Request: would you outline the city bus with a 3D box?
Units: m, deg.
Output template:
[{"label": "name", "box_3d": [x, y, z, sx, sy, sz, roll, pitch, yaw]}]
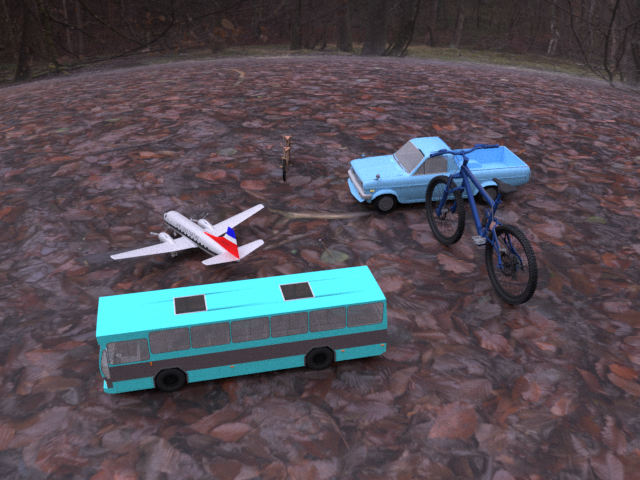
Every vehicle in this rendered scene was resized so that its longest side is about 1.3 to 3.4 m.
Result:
[{"label": "city bus", "box_3d": [-0.882, 1.051, 8.210, 3.255, 0.894, 0.926, -6, 29, -11]}]

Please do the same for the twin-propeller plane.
[{"label": "twin-propeller plane", "box_3d": [-1.822, -0.141, 10.533, 2.663, 0.792, 2.129, -22, 35, -35]}]

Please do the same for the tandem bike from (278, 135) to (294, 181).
[{"label": "tandem bike", "box_3d": [-0.645, -1.711, 13.566, 0.283, 0.682, 1.642, 1, 28, 2]}]

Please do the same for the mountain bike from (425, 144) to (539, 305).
[{"label": "mountain bike", "box_3d": [2.237, -0.333, 9.945, 1.114, 1.688, 2.857, -10, 30, -18]}]

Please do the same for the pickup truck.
[{"label": "pickup truck", "box_3d": [2.078, -1.243, 12.368, 3.117, 0.993, 1.244, -5, 29, -10]}]
